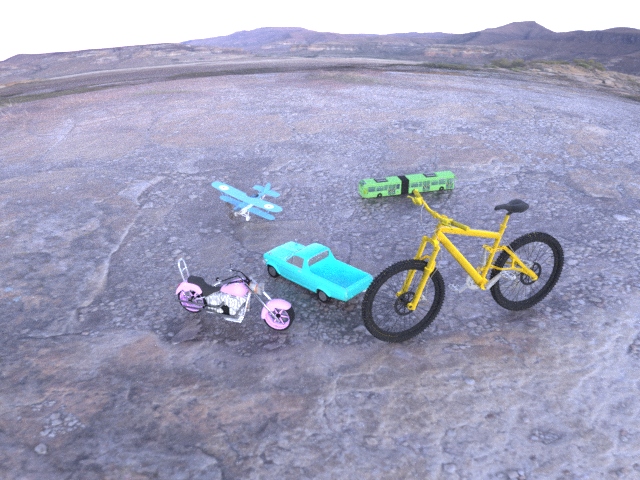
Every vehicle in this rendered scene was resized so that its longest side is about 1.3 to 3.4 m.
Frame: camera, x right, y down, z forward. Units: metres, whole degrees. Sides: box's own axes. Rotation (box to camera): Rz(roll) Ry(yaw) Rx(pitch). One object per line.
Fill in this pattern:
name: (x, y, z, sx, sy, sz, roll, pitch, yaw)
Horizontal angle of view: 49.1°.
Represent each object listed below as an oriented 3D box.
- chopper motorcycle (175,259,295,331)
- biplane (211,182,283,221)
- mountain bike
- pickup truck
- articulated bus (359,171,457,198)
chopper motorcycle: (-1.070, 0.676, 8.660, 1.563, 0.761, 0.466, 8, 28, 16)
biplane: (-1.107, -0.639, 11.504, 1.336, 0.504, 1.090, 15, 31, 27)
mountain bike: (1.796, 0.294, 8.390, 2.857, 1.688, 1.114, -11, 29, -20)
pickup truck: (-0.053, 0.376, 9.519, 1.603, 0.511, 0.640, 23, 35, 37)
articulated bus: (1.558, -0.987, 12.418, 1.749, 0.289, 0.311, -7, 28, -13)
